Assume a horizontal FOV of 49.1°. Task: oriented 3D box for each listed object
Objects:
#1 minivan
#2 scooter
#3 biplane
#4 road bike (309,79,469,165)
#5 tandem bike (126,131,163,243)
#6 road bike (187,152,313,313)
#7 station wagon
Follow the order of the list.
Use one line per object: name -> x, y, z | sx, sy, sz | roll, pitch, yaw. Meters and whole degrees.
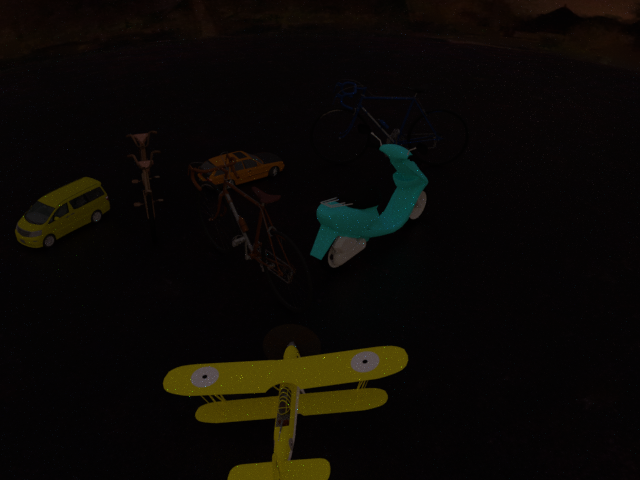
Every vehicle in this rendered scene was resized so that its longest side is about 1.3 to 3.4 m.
minivan -> -4.166, -0.452, 11.294 | 0.681, 0.616, 1.548 | 20, 36, 29
scooter -> 0.851, -0.680, 10.542 | 1.288, 1.786, 2.721 | 26, 40, 35
biplane -> -0.397, 1.775, 7.289 | 2.598, 0.981, 2.120 | 1, 31, 2
road bike -> 1.301, -2.158, 13.092 | 3.004, 1.656, 0.697 | 1, 31, 2
tandem bike -> -2.934, -1.169, 11.787 | 0.550, 1.326, 3.192 | -8, 32, -13
road bike -> -1.015, -0.165, 9.824 | 0.696, 1.656, 3.004 | -22, 37, -31
station wagon -> -1.436, -1.364, 12.926 | 1.597, 0.473, 0.682 | -19, 36, -28
